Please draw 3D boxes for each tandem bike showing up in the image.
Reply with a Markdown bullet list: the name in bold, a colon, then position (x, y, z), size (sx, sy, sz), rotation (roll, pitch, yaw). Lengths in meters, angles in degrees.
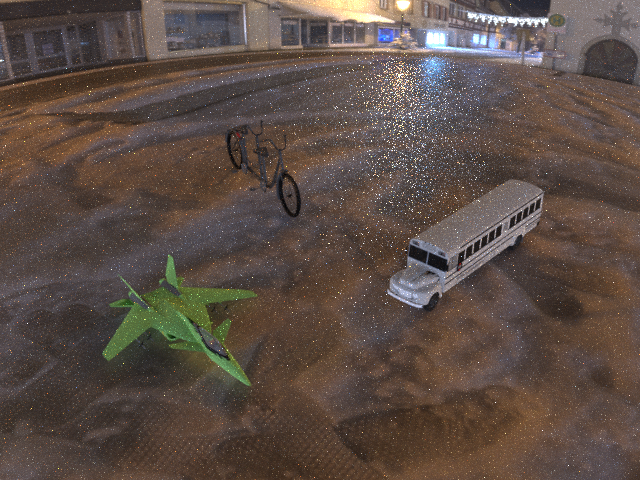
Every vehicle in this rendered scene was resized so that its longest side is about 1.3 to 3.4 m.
- **tandem bike**: position (-1.104, -1.515, 12.760), size (0.550, 1.326, 3.192), rotation (-15, 33, -25)

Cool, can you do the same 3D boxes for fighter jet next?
- **fighter jet**: position (-1.650, 1.055, 9.011), size (2.229, 0.557, 2.640), rotation (-22, 36, -33)

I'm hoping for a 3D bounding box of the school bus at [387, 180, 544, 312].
- **school bus**: position (2.255, 0.011, 10.559), size (0.709, 0.844, 3.322), rotation (25, 38, 36)
